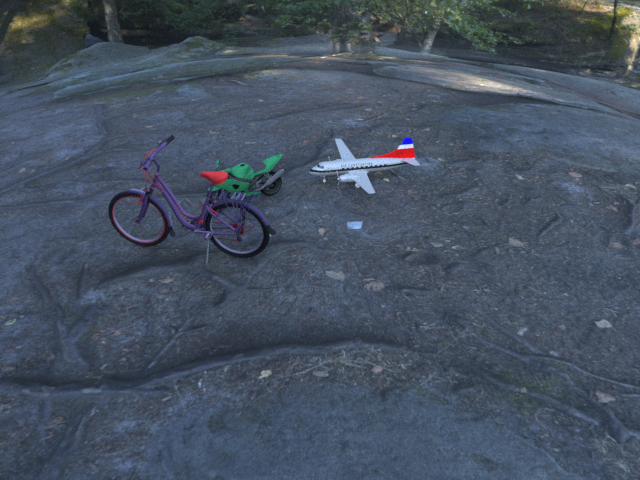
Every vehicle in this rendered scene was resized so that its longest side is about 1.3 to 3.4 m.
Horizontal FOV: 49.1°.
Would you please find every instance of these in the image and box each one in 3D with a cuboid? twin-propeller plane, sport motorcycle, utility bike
[{"bbox_3d":[0.831,-1.542,13.553,2.129,0.792,2.663,-6,30,-10],"label":"twin-propeller plane"},{"bbox_3d":[-1.358,-1.086,12.728,1.520,0.821,0.506,-16,33,-26],"label":"sport motorcycle"},{"bbox_3d":[-2.058,-0.532,10.736,2.791,1.839,1.039,6,30,11],"label":"utility bike"}]
